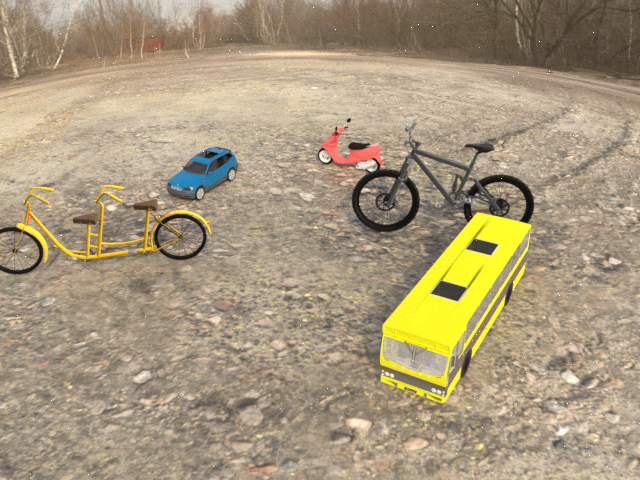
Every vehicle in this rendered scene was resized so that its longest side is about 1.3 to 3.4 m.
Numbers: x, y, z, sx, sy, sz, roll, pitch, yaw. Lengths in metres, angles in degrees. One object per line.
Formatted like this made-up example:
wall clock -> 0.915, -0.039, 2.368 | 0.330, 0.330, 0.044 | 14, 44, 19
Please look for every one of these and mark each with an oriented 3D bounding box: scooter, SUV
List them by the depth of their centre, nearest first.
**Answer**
SUV -> -2.149, -1.253, 12.880 | 0.656, 0.580, 1.572 | 15, 32, 25
scooter -> 0.583, -1.807, 13.543 | 1.399, 0.919, 0.662 | 14, 32, 24

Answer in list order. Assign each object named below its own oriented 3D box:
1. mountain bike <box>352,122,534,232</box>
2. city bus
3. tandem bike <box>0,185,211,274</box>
mountain bike -> 1.928, -0.840, 10.965 | 2.857, 1.688, 1.114 | 3, 29, 6
city bus -> 1.812, 0.740, 8.895 | 0.926, 0.894, 3.255 | 15, 32, 26
tandem bike -> -3.200, -0.181, 10.134 | 3.192, 1.326, 0.550 | -5, 29, -9
